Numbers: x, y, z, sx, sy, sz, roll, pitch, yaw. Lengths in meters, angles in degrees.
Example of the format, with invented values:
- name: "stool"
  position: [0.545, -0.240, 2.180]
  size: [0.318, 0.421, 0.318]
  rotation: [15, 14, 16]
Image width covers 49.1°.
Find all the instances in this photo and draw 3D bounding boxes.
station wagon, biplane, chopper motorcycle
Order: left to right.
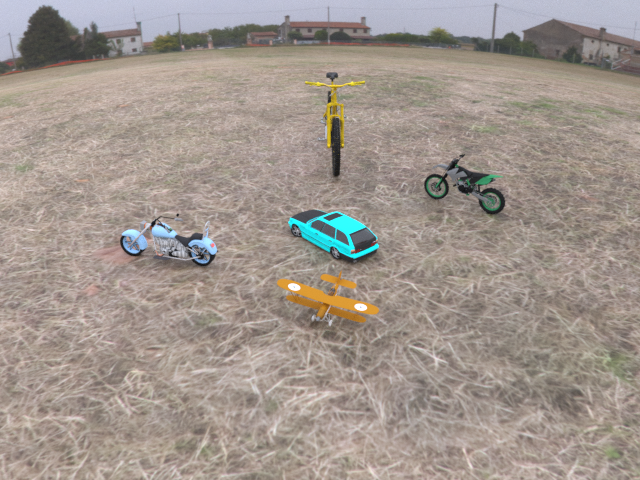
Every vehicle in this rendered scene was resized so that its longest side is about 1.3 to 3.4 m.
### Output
- name: "chopper motorcycle"
  position: [-2.252, -0.032, 10.297]
  size: [1.563, 0.761, 0.466]
  rotation: [9, 29, 16]
- name: "biplane"
  position: [0.142, 0.767, 9.074]
  size: [1.336, 0.504, 1.090]
  rotation: [8, 29, 15]
- name: "station wagon"
  position: [0.176, -0.167, 10.856]
  size: [0.682, 0.473, 1.597]
  rotation: [-22, 35, -35]

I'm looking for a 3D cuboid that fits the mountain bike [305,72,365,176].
- name: "mountain bike"
  position: [0.262, -2.431, 13.806]
  size: [1.114, 1.688, 2.857]
  rotation: [-1, 28, -2]

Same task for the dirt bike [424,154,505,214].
- name: "dirt bike"
  position: [2.462, -0.963, 11.939]
  size: [1.493, 0.857, 0.527]
  rotation: [18, 33, 30]
